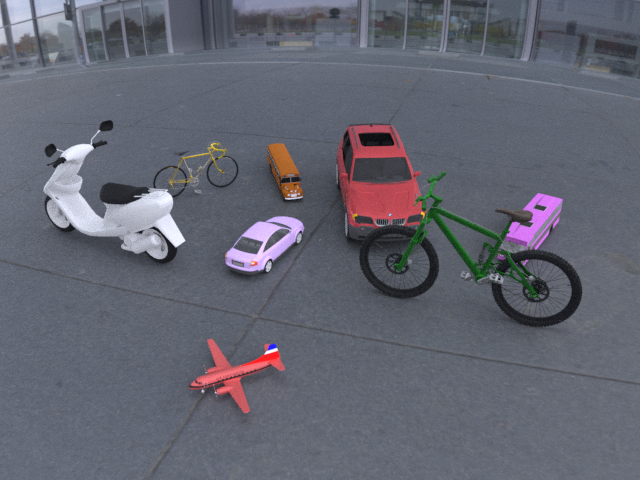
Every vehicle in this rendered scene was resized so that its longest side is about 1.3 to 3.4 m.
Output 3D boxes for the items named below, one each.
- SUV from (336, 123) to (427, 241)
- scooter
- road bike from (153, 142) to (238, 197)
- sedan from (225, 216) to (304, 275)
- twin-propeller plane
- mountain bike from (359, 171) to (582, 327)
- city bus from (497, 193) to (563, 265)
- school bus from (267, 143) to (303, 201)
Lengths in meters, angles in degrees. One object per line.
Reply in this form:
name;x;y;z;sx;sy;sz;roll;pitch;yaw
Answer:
SUV;0.948;-1.028;11.551;1.276;1.128;3.058;-2;30;-3
scooter;-3.158;-0.681;10.281;2.721;1.786;1.288;15;33;25
road bike;-2.148;-1.213;12.153;1.545;0.852;0.358;-14;33;-23
sedan;-0.792;-0.007;10.415;0.635;0.483;1.613;14;33;23
twin-propeller plane;-0.961;1.460;7.923;1.095;0.407;1.370;-13;32;-21
mountain bike;1.867;0.188;8.859;2.857;1.688;1.114;11;32;18
city bus;3.230;-0.168;10.720;0.476;0.460;1.674;18;34;29
school bus;-0.639;-1.230;12.605;0.365;0.434;1.708;-7;30;-12
